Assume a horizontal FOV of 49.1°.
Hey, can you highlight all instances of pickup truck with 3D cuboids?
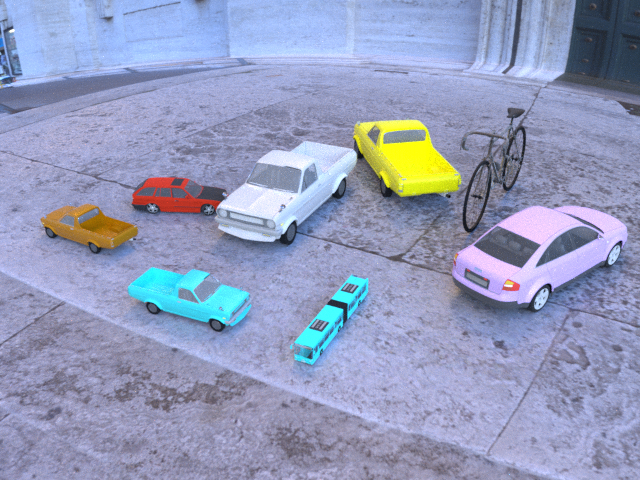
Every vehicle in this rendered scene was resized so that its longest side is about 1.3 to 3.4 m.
[{"bbox_3d":[1.510,-1.622,12.875,1.244,0.993,3.117,-6,29,-11],"label":"pickup truck"},{"bbox_3d":[-1.703,0.691,9.121,1.603,0.511,0.640,12,31,21],"label":"pickup truck"},{"bbox_3d":[-0.473,-0.965,11.665,1.244,0.993,3.117,13,31,23],"label":"pickup truck"},{"bbox_3d":[-3.586,-0.236,10.828,1.603,0.511,0.640,16,32,26],"label":"pickup truck"}]

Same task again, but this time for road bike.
[{"bbox_3d":[2.946,-1.271,11.534,0.697,1.656,3.004,16,32,27],"label":"road bike"}]

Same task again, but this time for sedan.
[{"bbox_3d":[3.184,0.052,9.848,3.137,0.940,1.235,-21,35,-34],"label":"sedan"}]

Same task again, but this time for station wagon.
[{"bbox_3d":[-2.352,-0.770,11.849,1.597,0.473,0.682,2,29,4],"label":"station wagon"}]

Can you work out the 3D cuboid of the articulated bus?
[{"bbox_3d":[0.169,0.966,8.847,0.311,0.289,1.749,13,31,22],"label":"articulated bus"}]
